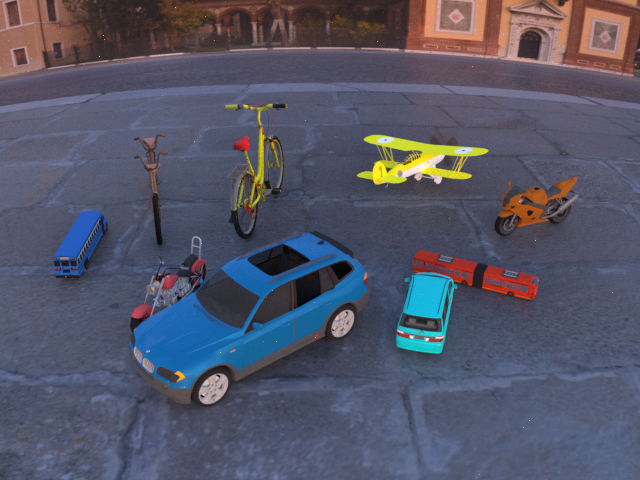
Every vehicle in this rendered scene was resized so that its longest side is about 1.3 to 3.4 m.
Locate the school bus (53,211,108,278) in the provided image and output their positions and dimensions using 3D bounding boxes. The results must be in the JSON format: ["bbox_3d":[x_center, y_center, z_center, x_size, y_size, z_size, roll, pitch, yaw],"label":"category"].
[{"bbox_3d":[-3.582,0.008,10.577,0.365,0.434,1.708,-1,29,-1],"label":"school bus"}]

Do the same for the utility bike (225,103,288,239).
[{"bbox_3d":[-1.105,-1.255,11.407,1.039,1.839,2.791,6,30,11],"label":"utility bike"}]

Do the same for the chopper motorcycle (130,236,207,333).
[{"bbox_3d":[-1.974,0.593,9.183,0.466,0.761,1.563,12,31,21],"label":"chopper motorcycle"}]

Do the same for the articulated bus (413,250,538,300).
[{"bbox_3d":[2.161,0.481,9.872,1.749,0.289,0.311,13,32,22],"label":"articulated bus"}]

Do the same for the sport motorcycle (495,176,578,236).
[{"bbox_3d":[3.447,-0.550,11.184,1.520,0.821,0.506,-13,31,-22],"label":"sport motorcycle"}]

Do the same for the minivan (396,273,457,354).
[{"bbox_3d":[1.371,0.808,8.945,0.681,0.616,1.548,7,30,13],"label":"minivan"}]

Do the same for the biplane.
[{"bbox_3d":[1.606,-1.351,12.467,2.598,0.981,2.120,25,38,38],"label":"biplane"}]

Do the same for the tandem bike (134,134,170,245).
[{"bbox_3d":[-2.782,-1.103,11.662,0.550,1.326,3.192,-7,30,-12],"label":"tandem bike"}]

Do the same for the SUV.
[{"bbox_3d":[-0.778,0.810,8.414,3.058,1.128,1.276,-22,36,-34],"label":"SUV"}]
